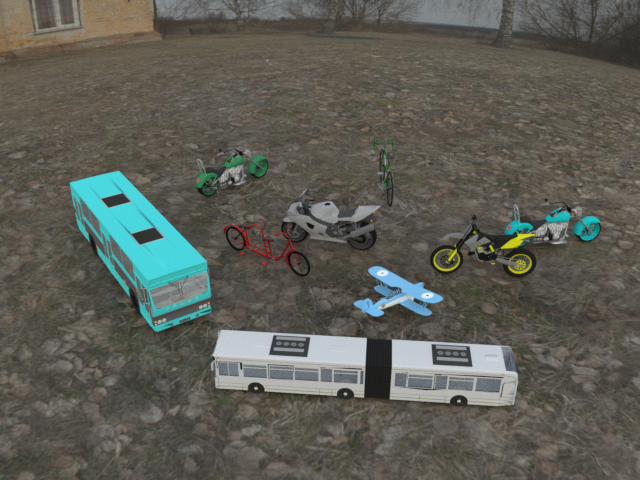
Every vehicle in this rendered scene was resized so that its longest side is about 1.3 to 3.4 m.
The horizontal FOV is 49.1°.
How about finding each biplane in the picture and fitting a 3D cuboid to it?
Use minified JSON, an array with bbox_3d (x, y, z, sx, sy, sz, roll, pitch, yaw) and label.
[{"bbox_3d":[0.965,0.746,9.183,1.090,0.504,1.336,-20,36,-30],"label":"biplane"}]

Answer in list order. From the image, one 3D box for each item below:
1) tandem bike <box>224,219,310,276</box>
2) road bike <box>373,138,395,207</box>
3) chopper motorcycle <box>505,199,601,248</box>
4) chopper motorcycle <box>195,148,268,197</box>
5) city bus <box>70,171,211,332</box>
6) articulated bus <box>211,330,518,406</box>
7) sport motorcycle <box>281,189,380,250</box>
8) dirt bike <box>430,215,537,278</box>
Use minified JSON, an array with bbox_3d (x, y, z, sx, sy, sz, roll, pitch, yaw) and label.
[{"bbox_3d":[-0.800,0.033,10.210,1.642,0.682,0.283,20,36,30],"label":"tandem bike"},{"bbox_3d":[1.149,-1.210,12.135,0.358,0.852,1.545,-2,31,-3],"label":"road bike"},{"bbox_3d":[3.567,-0.262,10.629,1.563,0.761,0.466,-6,31,-10],"label":"chopper motorcycle"},{"bbox_3d":[-1.538,-1.281,12.343,0.466,0.761,1.563,27,40,37],"label":"chopper motorcycle"},{"bbox_3d":[-2.617,0.075,9.932,0.926,0.894,3.255,-19,35,-28],"label":"city bus"},{"bbox_3d":[0.467,1.446,7.949,3.401,0.561,0.605,3,31,4],"label":"articulated bus"},{"bbox_3d":[0.144,-0.269,10.582,1.520,0.821,0.506,6,31,10],"label":"sport motorcycle"},{"bbox_3d":[2.317,0.142,9.854,1.493,0.857,0.527,2,31,4],"label":"dirt bike"}]
